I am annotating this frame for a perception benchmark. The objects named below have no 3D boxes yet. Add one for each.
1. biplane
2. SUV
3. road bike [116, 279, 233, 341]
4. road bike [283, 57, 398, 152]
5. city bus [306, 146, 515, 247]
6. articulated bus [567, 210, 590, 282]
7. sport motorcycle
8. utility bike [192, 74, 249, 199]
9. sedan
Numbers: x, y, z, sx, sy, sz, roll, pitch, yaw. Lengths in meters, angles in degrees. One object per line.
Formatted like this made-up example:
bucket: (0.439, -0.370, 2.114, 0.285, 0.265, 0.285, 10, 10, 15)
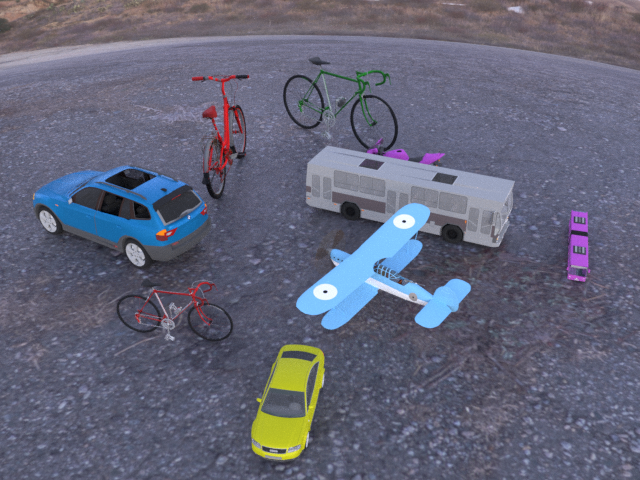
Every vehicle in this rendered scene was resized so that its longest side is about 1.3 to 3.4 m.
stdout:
biplane: (0.870, 0.538, 9.200, 2.120, 0.981, 2.598, 24, 38, 33)
SUV: (-3.132, -0.560, 10.867, 3.058, 1.128, 1.276, 18, 35, 27)
road bike: (-1.840, 0.876, 8.767, 1.545, 0.852, 0.358, 6, 32, 9)
road bike: (0.348, -2.785, 14.023, 3.004, 1.656, 0.697, 24, 39, 34)
city bus: (1.401, -0.706, 11.333, 3.255, 0.894, 0.926, 14, 34, 21)
articulated bus: (3.926, 0.057, 10.660, 0.311, 0.289, 1.749, 9, 33, 15)
sport motorcycle: (1.411, -1.282, 12.352, 1.520, 0.821, 0.506, 9, 32, 14)
utility bike: (-1.806, -1.967, 12.500, 1.039, 1.839, 2.791, 4, 31, 7)
sedan: (-0.334, 1.718, 7.735, 0.635, 0.483, 1.613, 5, 32, 9)
